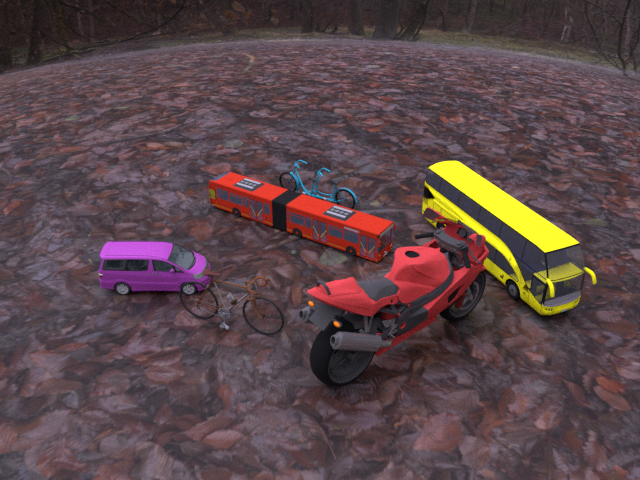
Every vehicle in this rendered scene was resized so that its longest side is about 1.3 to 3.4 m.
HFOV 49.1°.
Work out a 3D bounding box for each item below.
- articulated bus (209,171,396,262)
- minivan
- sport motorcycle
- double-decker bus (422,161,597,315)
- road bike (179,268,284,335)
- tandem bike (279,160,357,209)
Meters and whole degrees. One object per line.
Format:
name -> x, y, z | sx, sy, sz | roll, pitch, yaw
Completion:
articulated bus -> -0.373, -0.428, 11.437 | 3.401, 0.561, 0.605 | 19, 36, 28
minivan -> -2.358, 0.377, 10.042 | 1.548, 0.616, 0.681 | 0, 31, 0
sport motorcycle -> 1.044, 0.694, 8.560 | 2.955, 1.596, 0.983 | -22, 37, -32
double-decker bus -> 2.642, -0.093, 10.402 | 0.756, 1.052, 3.251 | -13, 33, -21
road bike -> -1.177, 0.785, 9.132 | 1.545, 0.852, 0.358 | 11, 33, 18
tandem bike -> -0.054, -0.976, 12.232 | 1.642, 0.682, 0.283 | 19, 36, 28
